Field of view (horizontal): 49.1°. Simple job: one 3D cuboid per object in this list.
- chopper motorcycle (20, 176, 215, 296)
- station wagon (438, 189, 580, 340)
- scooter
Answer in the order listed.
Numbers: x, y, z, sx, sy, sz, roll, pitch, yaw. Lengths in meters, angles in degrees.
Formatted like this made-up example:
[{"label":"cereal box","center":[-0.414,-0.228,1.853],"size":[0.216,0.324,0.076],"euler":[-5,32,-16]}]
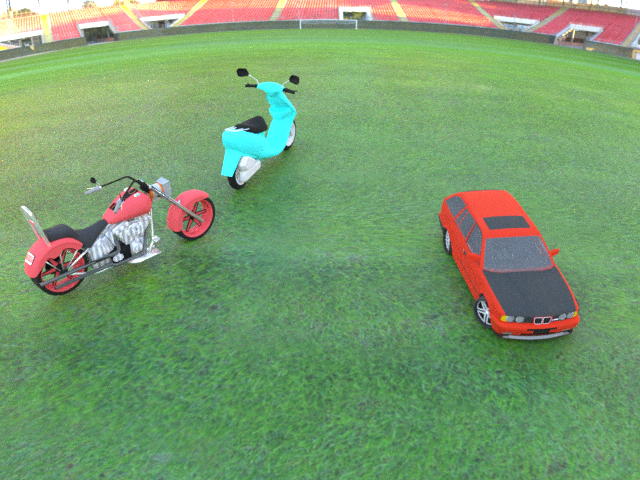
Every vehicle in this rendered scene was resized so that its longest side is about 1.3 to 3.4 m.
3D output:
[{"label":"chopper motorcycle","center":[-2.799,-0.276,10.082],"size":[0.906,1.480,3.040],"euler":[26,39,37]},{"label":"station wagon","center":[2.586,0.178,9.862],"size":[1.327,0.920,3.105],"euler":[-3,31,-5]},{"label":"scooter","center":[-1.077,-2.148,12.960],"size":[1.288,1.786,2.721],"euler":[13,33,20]}]
